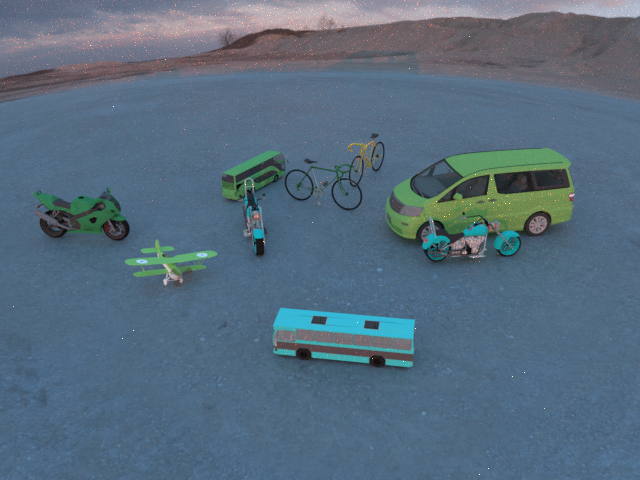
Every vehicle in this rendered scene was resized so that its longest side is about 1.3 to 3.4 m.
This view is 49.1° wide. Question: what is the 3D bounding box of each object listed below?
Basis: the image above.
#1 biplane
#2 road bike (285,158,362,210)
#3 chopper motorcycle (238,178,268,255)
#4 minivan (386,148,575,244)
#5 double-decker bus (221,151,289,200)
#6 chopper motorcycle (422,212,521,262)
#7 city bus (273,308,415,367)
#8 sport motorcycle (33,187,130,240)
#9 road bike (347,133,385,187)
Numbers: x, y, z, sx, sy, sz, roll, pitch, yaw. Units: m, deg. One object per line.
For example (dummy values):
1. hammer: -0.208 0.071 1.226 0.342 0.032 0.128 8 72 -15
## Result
1. biplane: -2.172 0.316 10.101 1.336 0.504 1.090 -15 30 -28
2. road bike: 0.044 -1.010 12.385 1.545 0.852 0.358 13 29 24
3. chopper motorcycle: -1.058 -0.385 11.226 0.466 0.761 1.563 -5 27 -10
4. minivan: 2.596 -0.765 11.502 3.011 1.197 1.324 -5 27 -10
5. double-decker bus: -1.217 -1.246 13.209 0.389 0.541 1.672 15 30 28
6. chopper motorcycle: 2.309 -0.055 10.561 1.563 0.761 0.466 -5 27 -10
7. city bus: 0.293 1.183 8.402 1.674 0.460 0.476 4 27 8
8. sport motorcycle: -3.801 -0.398 11.184 1.520 0.821 0.506 3 27 6
9. road bike: 0.925 -1.601 13.576 0.358 0.852 1.545 14 30 26
